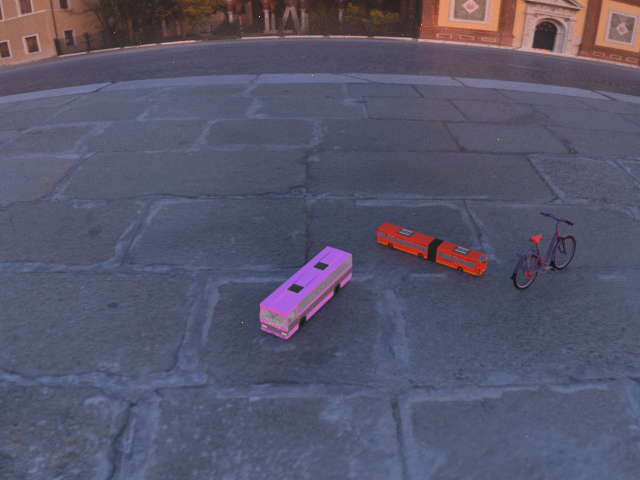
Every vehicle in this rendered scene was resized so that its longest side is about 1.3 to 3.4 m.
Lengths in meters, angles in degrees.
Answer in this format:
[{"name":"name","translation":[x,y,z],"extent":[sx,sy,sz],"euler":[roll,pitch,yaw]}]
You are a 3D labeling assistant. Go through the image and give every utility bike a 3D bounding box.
[{"name":"utility bike","translation":[3.159,0.127,9.897],"extent":[1.435,0.946,0.535],"euler":[-21,37,-31]}]

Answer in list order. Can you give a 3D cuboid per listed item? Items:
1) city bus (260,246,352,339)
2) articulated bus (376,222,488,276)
[{"name":"city bus","translation":[-0.155,0.692,9.420],"extent":[0.476,0.460,1.674],"euler":[18,35,27]},{"name":"articulated bus","translation":[1.654,0.123,10.548],"extent":[1.749,0.289,0.311],"euler":[19,36,29]}]
